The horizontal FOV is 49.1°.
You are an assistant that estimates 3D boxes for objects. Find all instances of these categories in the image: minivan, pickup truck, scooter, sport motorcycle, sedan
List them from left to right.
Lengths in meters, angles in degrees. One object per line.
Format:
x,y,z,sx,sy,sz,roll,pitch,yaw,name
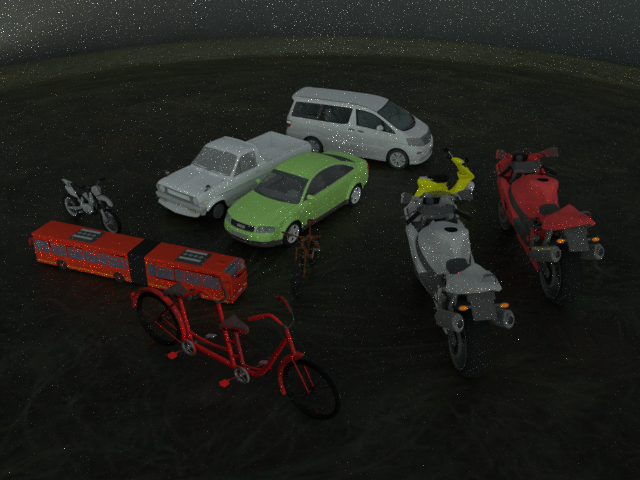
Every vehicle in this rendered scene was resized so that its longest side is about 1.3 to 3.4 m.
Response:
-1.497,-1.338,12.799,1.244,0.993,3.117,21,35,32,pickup truck
-0.341,-0.853,11.977,1.235,0.940,3.137,19,34,31,sedan
0.831,-2.352,14.420,3.011,1.197,1.324,11,31,19,minivan
2.249,-1.087,12.422,1.399,0.919,0.662,-16,33,-27,scooter
1.651,0.413,9.012,0.983,1.596,2.955,-4,29,-7,sport motorcycle
3.225,-0.326,10.347,0.983,1.596,2.955,-3,29,-5,sport motorcycle

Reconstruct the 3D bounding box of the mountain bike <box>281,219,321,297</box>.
-0.202,0.169,10.204,0.573,0.868,1.469,7,30,12,mountain bike

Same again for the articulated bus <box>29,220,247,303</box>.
-2.709,0.296,10.292,3.401,0.561,0.605,10,31,18,articulated bus

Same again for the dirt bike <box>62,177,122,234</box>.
-3.821,-0.606,11.617,1.493,0.857,0.527,20,35,32,dirt bike

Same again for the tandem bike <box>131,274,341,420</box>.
-1.088,1.066,8.111,3.192,1.326,0.550,18,34,30,tandem bike
